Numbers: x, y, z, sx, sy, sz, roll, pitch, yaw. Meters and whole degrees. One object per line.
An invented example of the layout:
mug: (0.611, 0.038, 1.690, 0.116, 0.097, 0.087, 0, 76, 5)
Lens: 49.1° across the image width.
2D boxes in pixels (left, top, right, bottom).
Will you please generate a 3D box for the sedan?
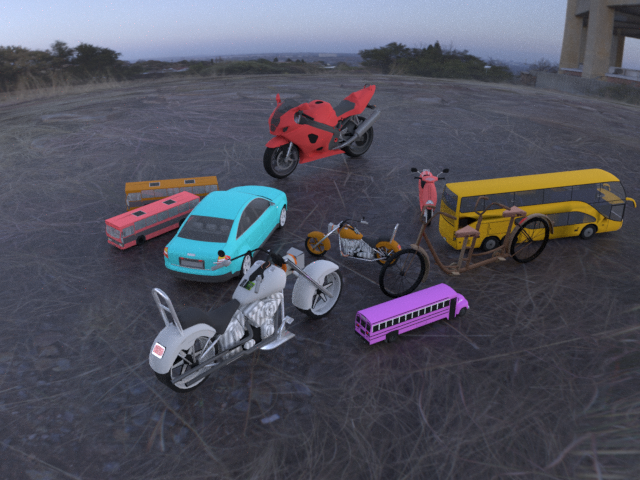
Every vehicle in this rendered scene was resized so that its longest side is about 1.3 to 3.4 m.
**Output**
sedan: (-1.419, -0.307, 11.278, 1.235, 0.940, 3.137, 7, 27, 14)

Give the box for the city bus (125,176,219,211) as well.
city bus: (-2.703, -0.834, 12.873, 1.674, 0.460, 0.476, -5, 27, -11)

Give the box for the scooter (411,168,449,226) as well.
scooter: (1.926, -0.910, 12.510, 0.662, 0.919, 1.399, 2, 27, 4)

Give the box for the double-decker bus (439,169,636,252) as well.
double-decker bus: (3.582, -0.521, 11.581, 3.251, 1.052, 0.756, -7, 27, -13)

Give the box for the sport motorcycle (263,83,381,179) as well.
sport motorcycle: (0.035, -2.282, 14.507, 2.955, 1.596, 0.983, -20, 33, -35)

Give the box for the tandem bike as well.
tandem bike: (2.241, -0.008, 10.245, 3.192, 1.326, 0.550, -13, 29, -24)

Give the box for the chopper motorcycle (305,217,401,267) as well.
chopper motorcycle: (0.508, -0.008, 10.877, 1.563, 0.761, 0.466, 10, 28, 18)

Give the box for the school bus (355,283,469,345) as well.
school bus: (1.266, 0.954, 9.312, 1.708, 0.434, 0.365, -15, 30, -28)

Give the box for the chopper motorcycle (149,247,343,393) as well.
chopper motorcycle: (-0.782, 0.733, 8.583, 0.906, 1.480, 3.040, 22, 34, 37)

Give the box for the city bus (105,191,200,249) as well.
city bus: (-2.791, -0.335, 11.872, 0.476, 0.460, 1.674, 21, 33, 36)
